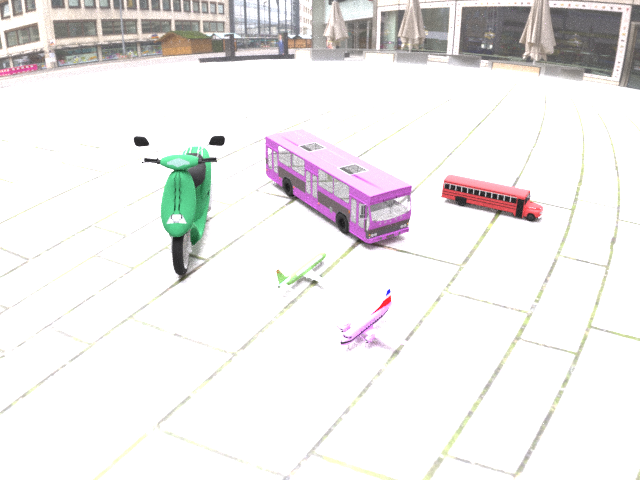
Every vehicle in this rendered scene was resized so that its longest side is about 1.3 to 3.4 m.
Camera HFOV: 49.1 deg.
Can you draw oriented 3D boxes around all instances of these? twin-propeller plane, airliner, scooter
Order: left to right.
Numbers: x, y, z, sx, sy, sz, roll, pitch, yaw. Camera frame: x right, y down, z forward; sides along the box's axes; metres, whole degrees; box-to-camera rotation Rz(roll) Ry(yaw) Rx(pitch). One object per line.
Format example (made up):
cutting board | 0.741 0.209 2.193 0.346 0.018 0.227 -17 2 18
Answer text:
scooter | -1.981 -0.806 10.465 1.288 1.786 2.721 -1 27 -1
airliner | -0.248 0.342 9.718 1.161 0.429 1.307 16 31 27
twin-propeller plane | 0.578 0.962 8.540 1.370 0.407 1.095 20 33 33

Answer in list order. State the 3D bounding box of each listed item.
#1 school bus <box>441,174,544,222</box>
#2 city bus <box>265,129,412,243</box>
school bus | 2.909 -0.723 11.779 1.708 0.434 0.365 15 31 27
city bus | 0.199 -0.952 11.721 0.926 0.894 3.255 -16 31 -28
